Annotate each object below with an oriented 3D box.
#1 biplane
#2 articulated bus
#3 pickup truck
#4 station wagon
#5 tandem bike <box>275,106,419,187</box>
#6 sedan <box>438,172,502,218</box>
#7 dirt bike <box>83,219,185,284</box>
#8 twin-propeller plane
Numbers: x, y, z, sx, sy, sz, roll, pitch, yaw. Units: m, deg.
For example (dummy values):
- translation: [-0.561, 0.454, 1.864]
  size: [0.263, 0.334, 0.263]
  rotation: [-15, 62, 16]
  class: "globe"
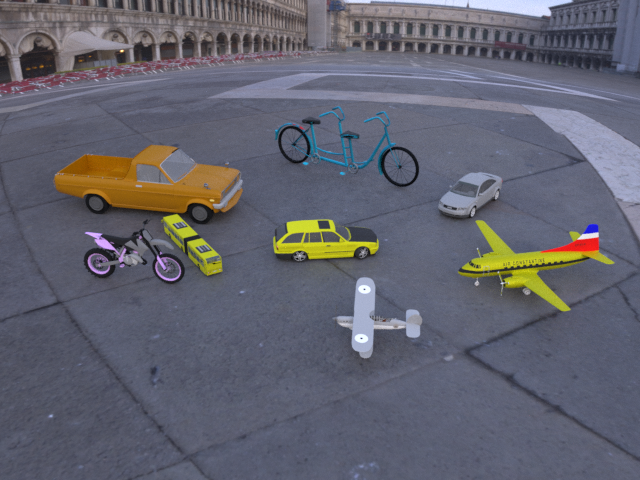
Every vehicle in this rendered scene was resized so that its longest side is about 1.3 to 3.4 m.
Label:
- translation: [0.690, 1.013, 8.518]
  size: [1.090, 0.504, 1.336]
  rotation: [2, 27, 5]
  class: "biplane"
- translation: [-1.962, 0.050, 10.655]
  size: [0.311, 0.289, 1.749]
  rotation: [-16, 31, -28]
  class: "articulated bus"
- translation: [-2.935, -1.063, 12.070]
  size: [3.117, 0.993, 1.244]
  rotation: [6, 27, 11]
  class: "pickup truck"
- translation: [0.094, -0.027, 10.603]
  size: [1.597, 0.473, 0.682]
  rotation: [-3, 27, -5]
  class: "station wagon"
- translation: [0.445, -1.874, 13.302]
  size: [3.192, 1.326, 0.550]
  rotation: [16, 31, 29]
  class: "tandem bike"
- translation: [2.631, -0.841, 12.196]
  size: [0.635, 0.483, 1.613]
  rotation: [19, 33, 33]
  class: "sedan"
- translation: [-2.613, 0.188, 9.754]
  size: [1.493, 0.857, 0.527]
  rotation: [4, 27, 9]
  class: "dirt bike"
- translation: [2.940, 0.215, 9.774]
  size: [2.129, 0.792, 2.663]
  rotation: [-6, 27, -11]
  class: "twin-propeller plane"
